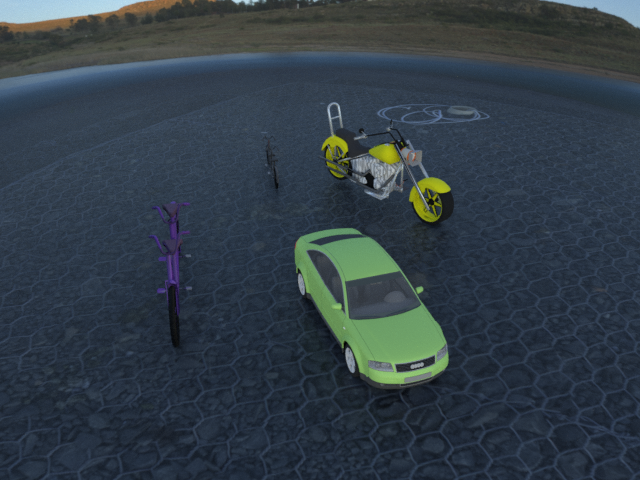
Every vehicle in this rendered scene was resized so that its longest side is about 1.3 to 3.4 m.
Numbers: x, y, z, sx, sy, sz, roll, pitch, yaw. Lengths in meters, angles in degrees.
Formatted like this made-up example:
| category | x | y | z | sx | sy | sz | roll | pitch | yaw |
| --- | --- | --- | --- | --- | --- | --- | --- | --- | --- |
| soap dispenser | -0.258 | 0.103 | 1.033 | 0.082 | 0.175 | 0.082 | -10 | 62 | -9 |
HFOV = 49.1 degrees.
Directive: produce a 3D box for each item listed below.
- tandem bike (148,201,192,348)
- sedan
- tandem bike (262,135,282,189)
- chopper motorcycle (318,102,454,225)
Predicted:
| category | x | y | z | sx | sy | sz | roll | pitch | yaw |
| --- | --- | --- | --- | --- | --- | --- | --- | --- | --- |
| tandem bike | -2.020 | 0.146 | 9.632 | 0.550 | 1.326 | 3.192 | -5 | 29 | -9 |
| sedan | 0.578 | 0.680 | 9.054 | 1.235 | 0.940 | 3.137 | -10 | 30 | -17 |
| tandem bike | -0.922 | -1.544 | 13.414 | 0.283 | 0.682 | 1.642 | -5 | 29 | -9 |
| chopper motorcycle | 1.117 | -1.373 | 12.265 | 0.906 | 1.480 | 3.040 | -22 | 36 | -35 |
